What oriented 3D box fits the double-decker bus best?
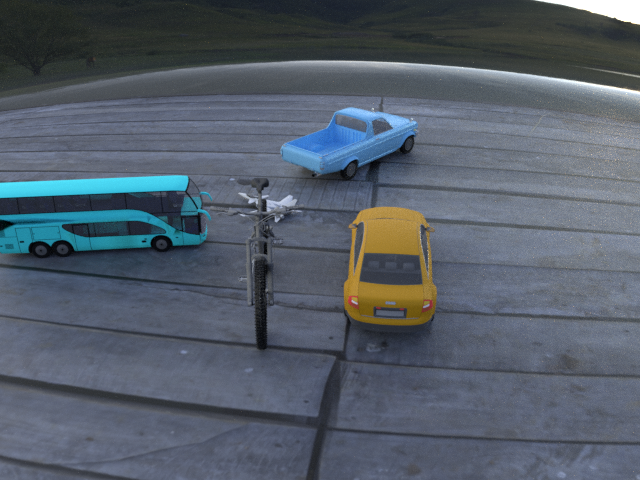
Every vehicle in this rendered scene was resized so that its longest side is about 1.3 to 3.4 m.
[{"bbox_3d":[-3.299,-0.383,10.732,3.251,1.052,0.756,-3,28,-5],"label":"double-decker bus"}]

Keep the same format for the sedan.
[{"bbox_3d":[0.987,0.184,9.782,1.235,0.940,3.137,3,28,5],"label":"sedan"}]

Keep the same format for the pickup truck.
[{"bbox_3d":[0.664,-2.032,13.909,1.244,0.993,3.117,23,36,36],"label":"pickup truck"}]

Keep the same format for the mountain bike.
[{"bbox_3d":[-0.771,0.104,9.132,1.114,1.688,2.857,-1,28,-3],"label":"mountain bike"}]

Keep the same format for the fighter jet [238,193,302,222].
[{"bbox_3d":[-0.991,-0.697,12.144,1.358,0.286,1.147,25,37,39],"label":"fighter jet"}]
